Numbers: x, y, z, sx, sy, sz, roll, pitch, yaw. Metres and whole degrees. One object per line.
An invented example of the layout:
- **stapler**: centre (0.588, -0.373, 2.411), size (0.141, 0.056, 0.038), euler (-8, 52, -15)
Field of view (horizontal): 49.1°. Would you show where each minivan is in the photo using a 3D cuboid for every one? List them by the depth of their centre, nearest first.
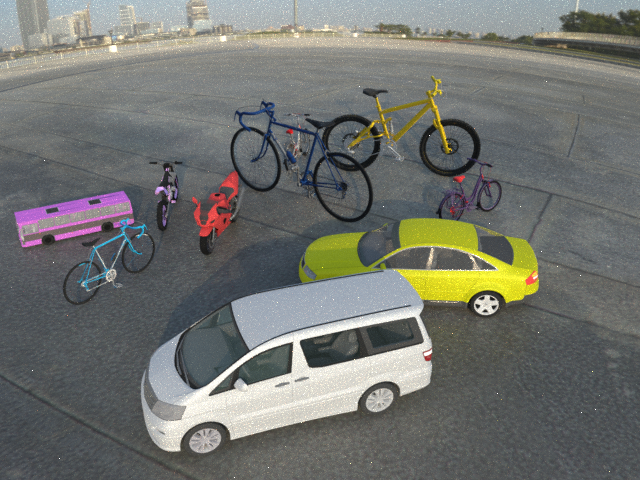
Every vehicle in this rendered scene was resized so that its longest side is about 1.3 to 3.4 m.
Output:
- **minivan**: centre (-0.357, 1.195, 7.302), size (3.011, 1.197, 1.324), euler (-9, 30, -16)

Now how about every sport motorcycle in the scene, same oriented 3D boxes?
- **sport motorcycle**: centre (-1.518, -0.421, 10.597), size (0.506, 0.821, 1.520), euler (6, 30, 11)

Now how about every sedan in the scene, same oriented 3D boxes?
- **sedan**: centre (1.282, 0.260, 9.249), size (3.137, 0.940, 1.235), euler (3, 29, 5)

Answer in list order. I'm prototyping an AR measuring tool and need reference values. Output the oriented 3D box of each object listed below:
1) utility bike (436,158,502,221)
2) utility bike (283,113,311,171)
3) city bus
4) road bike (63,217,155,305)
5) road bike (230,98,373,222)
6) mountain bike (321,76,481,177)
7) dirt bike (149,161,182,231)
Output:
- **utility bike**: centre (2.366, -0.794, 11.138), size (1.435, 0.946, 0.535), euler (-18, 34, -29)
- **utility bike**: centre (-0.481, -1.868, 13.069), size (0.535, 0.946, 1.435), euler (8, 30, 15)
- **city bus**: centre (-3.762, -0.315, 10.777), size (1.674, 0.460, 0.476), euler (-14, 32, -24)
- **road bike**: centre (-2.797, 0.257, 9.345), size (0.358, 0.852, 1.545), euler (19, 34, 30)
- **road bike**: centre (-0.379, -1.310, 11.337), size (3.004, 1.656, 0.697), euler (21, 35, 33)
- **mountain bike**: centre (1.443, -1.960, 12.472), size (2.857, 1.688, 1.114), euler (4, 29, 7)
- **dirt bike**: centre (-2.461, -0.797, 11.235), size (0.527, 0.857, 1.493), euler (0, 29, 0)
